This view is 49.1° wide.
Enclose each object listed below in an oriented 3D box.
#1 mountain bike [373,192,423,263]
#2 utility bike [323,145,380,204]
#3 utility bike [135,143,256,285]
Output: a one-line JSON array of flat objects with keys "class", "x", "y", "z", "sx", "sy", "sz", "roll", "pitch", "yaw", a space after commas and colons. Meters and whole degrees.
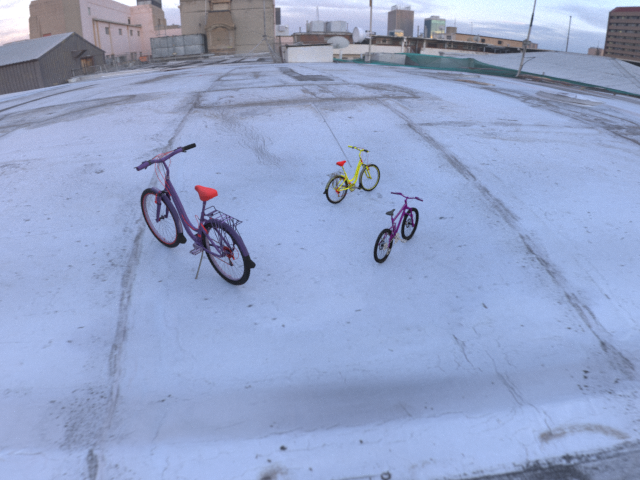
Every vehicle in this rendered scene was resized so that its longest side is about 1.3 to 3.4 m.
[{"class": "mountain bike", "x": 1.249, "y": -0.224, "z": 11.223, "sx": 0.573, "sy": 0.868, "sz": 1.469, "roll": 17, "pitch": 33, "yaw": 29}, {"class": "utility bike", "x": 0.575, "y": -1.249, "z": 13.054, "sx": 1.435, "sy": 0.946, "sz": 0.535, "roll": -22, "pitch": 35, "yaw": -35}, {"class": "utility bike", "x": -2.006, "y": -0.372, "z": 10.472, "sx": 2.791, "sy": 1.839, "sz": 1.039, "roll": 25, "pitch": 37, "yaw": 38}]
